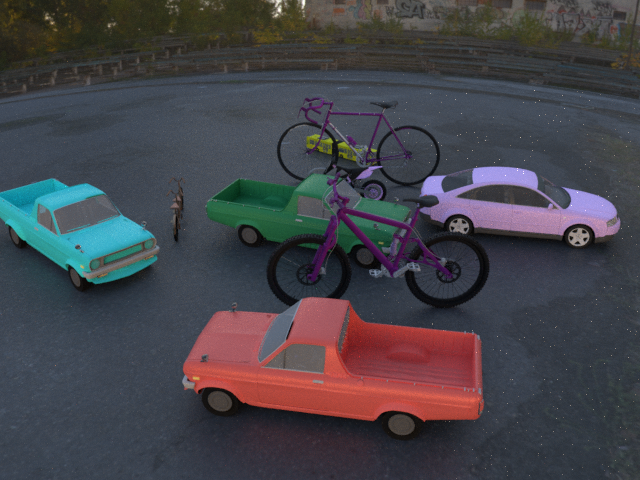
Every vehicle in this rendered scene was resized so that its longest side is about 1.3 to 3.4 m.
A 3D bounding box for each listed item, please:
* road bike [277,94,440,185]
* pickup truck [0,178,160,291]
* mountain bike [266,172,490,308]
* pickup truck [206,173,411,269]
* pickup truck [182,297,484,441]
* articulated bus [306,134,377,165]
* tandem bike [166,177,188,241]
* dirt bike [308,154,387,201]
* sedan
[{"bbox_3d":[0.693,-1.802,12.787,3.004,1.656,0.697,3,26,5],"label":"road bike"},{"bbox_3d":[-3.721,-0.279,10.442,3.117,0.993,1.244,23,35,39],"label":"pickup truck"},{"bbox_3d":[0.744,0.131,8.820,2.857,1.688,1.114,-1,26,-2],"label":"mountain bike"},{"bbox_3d":[-0.170,-0.448,10.785,3.117,0.993,1.244,10,28,20],"label":"pickup truck"},{"bbox_3d":[0.153,1.231,7.369,3.117,0.993,1.244,5,27,10],"label":"pickup truck"},{"bbox_3d":[0.452,-1.879,14.494,1.749,0.289,0.311,20,33,35],"label":"articulated bus"},{"bbox_3d":[-2.311,-0.559,11.362,0.283,0.682,1.642,-3,26,-5],"label":"tandem bike"},{"bbox_3d":[0.411,-1.006,12.073,1.493,0.857,0.527,0,26,0],"label":"dirt bike"},{"bbox_3d":[3.149,-0.610,11.174,3.137,0.940,1.235,5,27,11],"label":"sedan"}]
